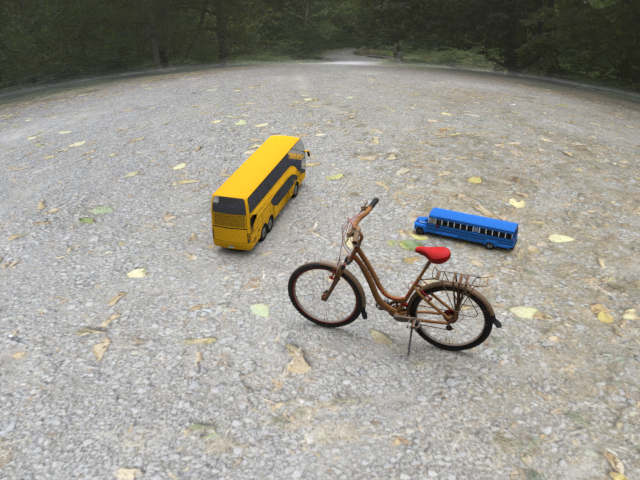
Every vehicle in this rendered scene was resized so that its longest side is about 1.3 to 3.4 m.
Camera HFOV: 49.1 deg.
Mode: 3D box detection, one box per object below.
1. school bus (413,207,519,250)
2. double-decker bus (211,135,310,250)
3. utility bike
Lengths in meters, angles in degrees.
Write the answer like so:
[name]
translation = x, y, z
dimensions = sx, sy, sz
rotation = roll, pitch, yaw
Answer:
[school bus]
translation = 2.385, -0.202, 11.580
dimensions = 1.708, 0.434, 0.365
rotation = 13, 31, 23
[double-decker bus]
translation = -0.982, -0.938, 12.299
dimensions = 0.756, 1.052, 3.251
rotation = 7, 29, 14
[utility bike]
translation = 0.866, 0.556, 8.677
dimensions = 2.791, 1.839, 1.039
rotation = 9, 29, 16
